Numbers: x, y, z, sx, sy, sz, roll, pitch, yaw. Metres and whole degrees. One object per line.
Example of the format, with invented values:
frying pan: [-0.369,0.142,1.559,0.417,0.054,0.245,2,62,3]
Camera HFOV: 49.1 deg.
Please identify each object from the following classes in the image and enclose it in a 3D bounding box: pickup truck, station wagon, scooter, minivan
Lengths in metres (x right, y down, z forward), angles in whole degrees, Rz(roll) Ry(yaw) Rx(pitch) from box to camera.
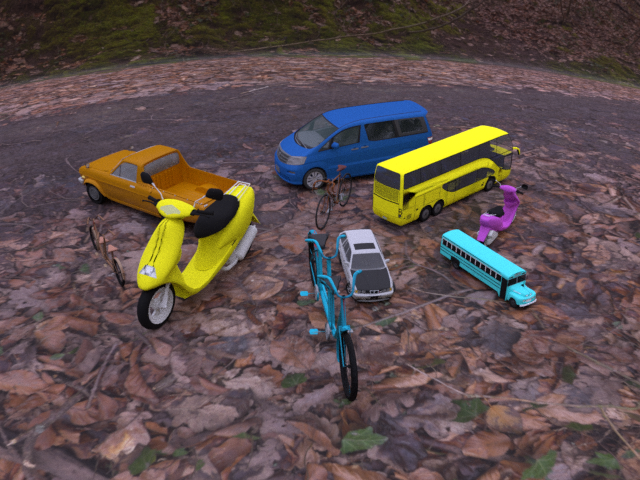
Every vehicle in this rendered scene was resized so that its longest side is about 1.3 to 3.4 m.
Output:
pickup truck: [-2.736,-1.008,11.985,3.117,0.993,1.244,18,34,30]
station wagon: [0.642,0.309,10.122,0.682,0.473,1.597,-3,29,-6]
scooter: [-1.629,-0.105,9.512,1.288,1.786,2.721,14,32,24]
minivan: [0.621,-1.856,13.320,3.011,1.197,1.324,-10,30,-18]
scooter: [2.859,-0.471,11.083,0.662,0.919,1.399,19,34,31]

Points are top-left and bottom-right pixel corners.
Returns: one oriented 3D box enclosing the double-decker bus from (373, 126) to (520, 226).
double-decker bus: [2.254,-1.196,12.266,3.251,1.052,0.756,-23,36,-36]

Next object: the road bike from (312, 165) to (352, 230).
road bike: [0.245,-0.774,11.704,0.358,0.852,1.545,12,31,21]

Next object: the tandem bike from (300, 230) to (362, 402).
tandem bike: [0.118,0.598,8.708,0.550,1.326,3.192,-5,29,-8]

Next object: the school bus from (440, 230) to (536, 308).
school bus: [2.394,0.393,10.010,0.365,0.434,1.708,-16,32,-26]

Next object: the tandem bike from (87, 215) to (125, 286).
tandem bike: [-3.157,0.102,10.283,0.283,0.682,1.642,-17,33,-28]
